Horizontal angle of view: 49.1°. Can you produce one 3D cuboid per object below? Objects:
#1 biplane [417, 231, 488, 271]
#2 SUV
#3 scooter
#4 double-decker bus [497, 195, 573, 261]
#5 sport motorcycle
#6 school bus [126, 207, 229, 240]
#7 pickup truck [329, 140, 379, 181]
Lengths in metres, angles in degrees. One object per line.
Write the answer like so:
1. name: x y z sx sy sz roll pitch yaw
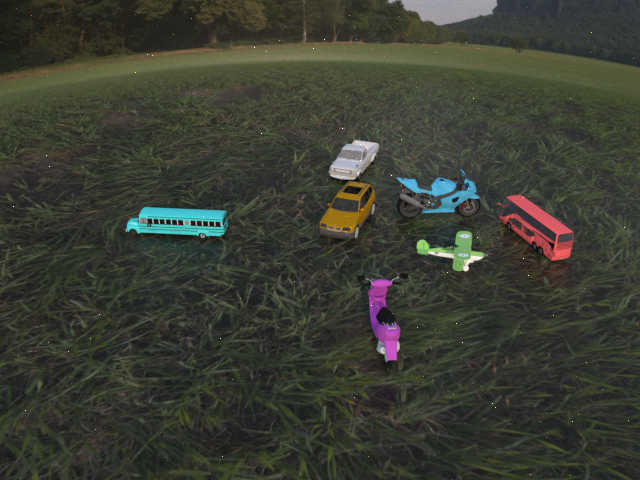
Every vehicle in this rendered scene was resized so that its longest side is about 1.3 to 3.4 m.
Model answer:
1. biplane: 2.041 0.184 10.825 1.090 0.504 1.336 6 29 11
2. SUV: 0.499 -0.543 12.097 0.656 0.580 1.572 10 30 18
3. scooter: 0.816 0.921 9.016 0.662 0.919 1.399 -3 28 -5
4. double-decker bus: 3.530 -0.241 11.578 0.389 0.541 1.672 -9 30 -16
5. sport motorcycle: 2.079 -0.771 12.269 1.520 0.821 0.506 -1 28 -2
6. school bus: -2.419 -0.291 11.782 1.708 0.434 0.365 3 28 5
7. pickup truck: 0.714 -1.689 14.305 0.640 0.511 1.603 10 30 19
